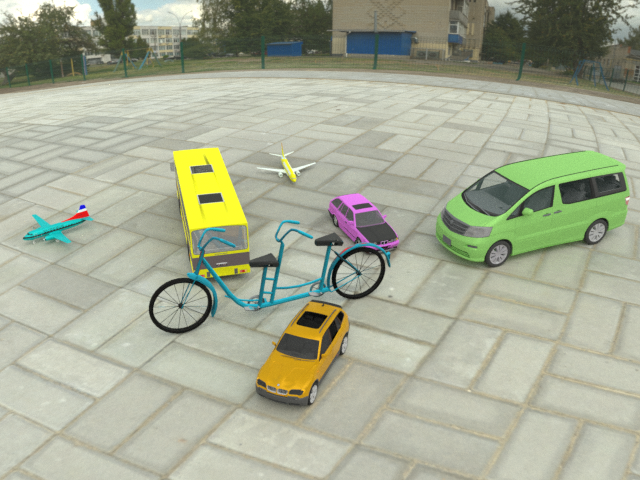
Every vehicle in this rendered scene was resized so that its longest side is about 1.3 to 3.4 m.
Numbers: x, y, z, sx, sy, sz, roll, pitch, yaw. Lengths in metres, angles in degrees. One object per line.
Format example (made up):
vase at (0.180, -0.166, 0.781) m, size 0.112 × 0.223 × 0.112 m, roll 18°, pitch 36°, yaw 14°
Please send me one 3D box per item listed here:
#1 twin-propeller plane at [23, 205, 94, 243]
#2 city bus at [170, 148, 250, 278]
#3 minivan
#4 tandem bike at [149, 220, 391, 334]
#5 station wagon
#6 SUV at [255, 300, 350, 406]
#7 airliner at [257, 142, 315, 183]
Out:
twin-propeller plane at (-4.140, -0.242, 11.002) m, size 1.095 × 0.407 × 1.370 m, roll -22°, pitch 34°, yaw -37°
city bus at (-1.750, -0.481, 10.935) m, size 0.926 × 0.894 × 3.255 m, roll -7°, pitch 27°, yaw -13°
minivan at (3.251, -0.540, 10.714) m, size 3.011 × 1.197 × 1.324 m, roll -11°, pitch 29°, yaw -21°
tandem bike at (-0.552, 0.374, 8.750) m, size 3.192 × 1.326 × 0.550 m, roll -10°, pitch 28°, yaw -18°
station wagon at (0.676, -0.309, 11.061) m, size 0.682 × 0.473 × 1.597 m, roll -10°, pitch 28°, yaw -19°
SUV at (-0.163, 1.224, 7.887) m, size 0.656 × 0.580 × 1.572 m, roll 10°, pitch 28°, yaw 19°
airliner at (-0.617, -1.472, 13.426) m, size 1.161 × 0.429 × 1.307 m, roll -6°, pitch 27°, yaw -12°
